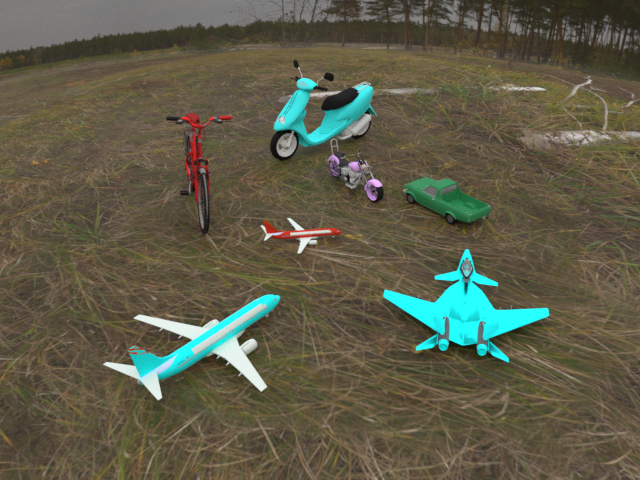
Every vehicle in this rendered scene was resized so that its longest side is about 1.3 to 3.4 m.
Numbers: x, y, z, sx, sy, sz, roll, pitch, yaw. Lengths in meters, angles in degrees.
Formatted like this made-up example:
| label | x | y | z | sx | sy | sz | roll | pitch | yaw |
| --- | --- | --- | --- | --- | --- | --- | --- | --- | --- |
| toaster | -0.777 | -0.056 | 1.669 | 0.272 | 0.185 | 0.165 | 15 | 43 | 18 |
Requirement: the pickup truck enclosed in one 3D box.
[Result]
| label | x | y | z | sx | sy | sz | roll | pitch | yaw |
| --- | --- | --- | --- | --- | --- | --- | --- | --- | --- |
| pickup truck | 2.186 | -0.737 | 12.157 | 0.640 | 0.511 | 1.603 | -21 | 36 | -32 |

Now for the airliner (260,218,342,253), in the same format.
| label | x | y | z | sx | sy | sz | roll | pitch | yaw |
| --- | --- | --- | --- | --- | --- | --- | --- | --- | --- |
| airliner | -0.281 | -0.177 | 11.269 | 1.307 | 0.429 | 1.161 | -5 | 30 | -9 |

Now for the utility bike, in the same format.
| label | x | y | z | sx | sy | sz | roll | pitch | yaw |
| --- | --- | --- | --- | --- | --- | --- | --- | --- | --- |
| utility bike | -2.035 | -1.392 | 11.964 | 1.039 | 1.839 | 2.791 | -8 | 31 | -13 |

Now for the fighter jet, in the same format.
| label | x | y | z | sx | sy | sz | roll | pitch | yaw |
| --- | --- | --- | --- | --- | --- | --- | --- | --- | --- |
| fighter jet | 2.030 | 0.640 | 9.728 | 2.229 | 0.557 | 2.640 | 6 | 31 | 10 |

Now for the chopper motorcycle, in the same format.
| label | x | y | z | sx | sy | sz | roll | pitch | yaw |
| --- | --- | --- | --- | --- | --- | --- | --- | --- | --- |
| chopper motorcycle | 0.642 | -1.284 | 12.854 | 0.466 | 0.761 | 1.563 | -19 | 35 | -29 |

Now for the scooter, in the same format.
| label | x | y | z | sx | sy | sz | roll | pitch | yaw |
| --- | --- | --- | --- | --- | --- | --- | --- | --- | --- |
| scooter | 0.102 | -2.723 | 14.319 | 2.721 | 1.786 | 1.288 | -21 | 36 | -32 |

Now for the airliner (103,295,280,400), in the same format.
| label | x | y | z | sx | sy | sz | roll | pitch | yaw |
| --- | --- | --- | --- | --- | --- | --- | --- | --- | --- |
| airliner | -1.344 | 1.079 | 8.690 | 2.257 | 0.835 | 2.541 | 21 | 36 | 32 |
